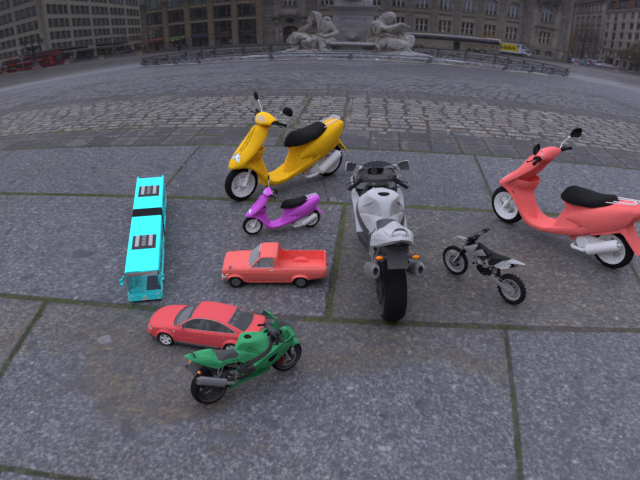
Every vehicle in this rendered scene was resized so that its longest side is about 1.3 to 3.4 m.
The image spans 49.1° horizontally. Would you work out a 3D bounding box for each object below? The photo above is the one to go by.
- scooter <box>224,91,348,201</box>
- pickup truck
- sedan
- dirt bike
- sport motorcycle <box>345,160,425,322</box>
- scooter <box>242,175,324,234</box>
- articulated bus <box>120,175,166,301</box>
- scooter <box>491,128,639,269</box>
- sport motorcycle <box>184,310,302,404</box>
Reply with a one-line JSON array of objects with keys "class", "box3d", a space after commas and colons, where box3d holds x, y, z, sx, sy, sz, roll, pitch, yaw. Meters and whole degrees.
[{"class": "scooter", "box3d": [-0.600, -1.813, 13.049, 2.721, 1.786, 1.288, -19, 34, -30]}, {"class": "pickup truck", "box3d": [-0.676, 0.346, 10.513, 1.603, 0.511, 0.640, 0, 29, 0]}, {"class": "sedan", "box3d": [-1.490, 1.095, 9.210, 1.613, 0.483, 0.635, 7, 30, 12]}, {"class": "dirt bike", "box3d": [2.379, 0.337, 10.176, 0.527, 0.857, 1.493, -23, 37, -35]}, {"class": "sport motorcycle", "box3d": [0.912, -0.114, 10.224, 0.983, 1.596, 2.955, -2, 29, -3]}, {"class": "scooter", "box3d": [-0.623, -0.570, 11.726, 1.399, 0.919, 0.662, -8, 30, -13]}, {"class": "articulated bus", "box3d": [-2.781, -0.140, 11.326, 0.605, 0.561, 3.401, -5, 30, -9]}, {"class": "scooter", "box3d": [3.905, -0.717, 11.102, 1.288, 1.786, 2.721, -22, 36, -34]}, {"class": "sport motorcycle", "box3d": [-0.873, 1.403, 8.318, 1.520, 0.821, 0.506, -18, 34, -29]}]
